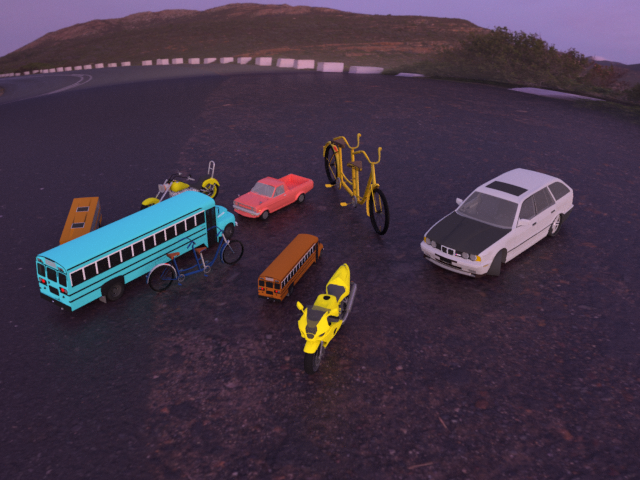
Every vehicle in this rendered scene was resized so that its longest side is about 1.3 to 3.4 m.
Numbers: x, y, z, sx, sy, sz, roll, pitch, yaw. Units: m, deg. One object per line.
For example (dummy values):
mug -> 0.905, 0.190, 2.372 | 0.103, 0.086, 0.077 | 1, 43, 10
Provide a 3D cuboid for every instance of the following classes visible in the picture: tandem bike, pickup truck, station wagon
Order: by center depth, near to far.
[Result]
tandem bike -> -1.778, 0.241, 10.085 | 1.642, 0.682, 0.283 | -21, 33, -36
station wagon -> 2.866, -0.386, 11.085 | 1.327, 0.920, 3.105 | 22, 34, 37
tandem bike -> 0.587, -1.209, 12.293 | 0.550, 1.326, 3.192 | -8, 27, -16
pickup truck -> -0.812, -0.839, 12.464 | 0.640, 0.511, 1.603 | 19, 32, 34

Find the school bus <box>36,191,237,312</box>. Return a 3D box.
school bus -> -2.525, 0.030, 10.329 | 0.709, 0.844, 3.322 | 17, 31, 31

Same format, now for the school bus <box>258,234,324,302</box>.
school bus -> -0.383, 0.342, 10.160 | 0.365, 0.434, 1.708 | 10, 28, 19

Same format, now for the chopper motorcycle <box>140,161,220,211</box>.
chopper motorcycle -> -2.434, -0.860, 12.223 | 1.563, 0.761, 0.466 | -22, 34, -37

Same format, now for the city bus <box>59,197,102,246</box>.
city bus -> -3.776, -0.152, 11.130 | 0.476, 0.460, 1.674 | -5, 27, -9

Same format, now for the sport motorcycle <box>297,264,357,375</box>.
sport motorcycle -> 0.091, 0.945, 8.501 | 0.506, 0.821, 1.520 | 8, 27, 16
